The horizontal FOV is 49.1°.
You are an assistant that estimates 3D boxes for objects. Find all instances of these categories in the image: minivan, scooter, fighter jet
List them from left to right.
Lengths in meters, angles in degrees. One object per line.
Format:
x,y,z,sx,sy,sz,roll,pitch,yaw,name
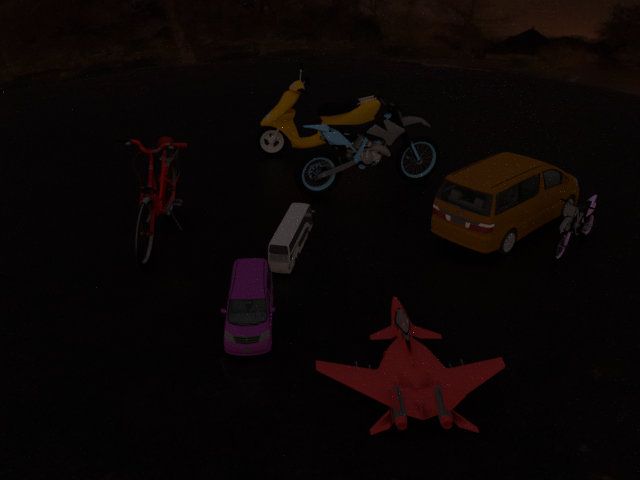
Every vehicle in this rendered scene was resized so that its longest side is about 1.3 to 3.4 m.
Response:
-0.915,0.845,9.096,0.681,0.616,1.548,-1,28,-2,minivan
0.012,-2.629,14.422,2.721,1.786,1.288,-3,28,-6,scooter
1.061,1.247,8.398,2.229,0.557,2.640,-1,28,-1,fighter jet
3.151,-0.766,11.524,3.011,1.197,1.324,-24,36,-38,minivan

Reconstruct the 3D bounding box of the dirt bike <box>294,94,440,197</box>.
0.905,-1.703,12.797,2.903,1.666,1.024,-9,29,-17,dirt bike

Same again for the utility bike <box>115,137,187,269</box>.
-2.468,-0.844,10.984,1.039,1.839,2.791,1,28,1,utility bike

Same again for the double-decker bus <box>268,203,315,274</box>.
-0.438,-0.071,10.911,0.389,0.541,1.672,5,28,10,double-decker bus

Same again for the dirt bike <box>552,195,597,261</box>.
4.002,-0.245,10.903,0.527,0.857,1.493,22,35,36,dirt bike
